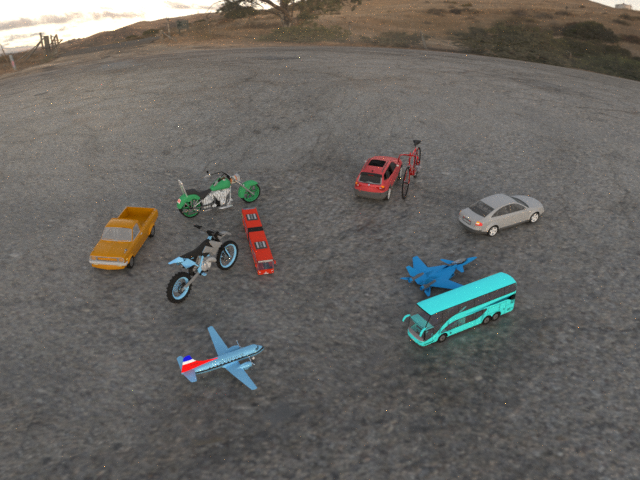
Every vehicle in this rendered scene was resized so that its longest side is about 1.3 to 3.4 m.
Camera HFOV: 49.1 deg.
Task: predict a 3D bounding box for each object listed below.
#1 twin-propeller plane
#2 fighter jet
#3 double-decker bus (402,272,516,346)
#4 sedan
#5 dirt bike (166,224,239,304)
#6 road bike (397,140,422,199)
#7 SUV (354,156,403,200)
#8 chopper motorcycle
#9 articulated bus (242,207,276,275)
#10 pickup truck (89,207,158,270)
[{"bbox_3d":[-1.180,1.431,8.574,1.095,0.407,1.370,-16,34,-26],"label":"twin-propeller plane"},{"bbox_3d":[1.896,0.396,10.460,1.358,0.286,1.147,-21,36,-32],"label":"fighter jet"},{"bbox_3d":[1.885,0.922,9.312,1.672,0.541,0.389,-17,34,-26],"label":"double-decker bus"},{"bbox_3d":[3.084,-0.504,11.803,1.613,0.483,0.635,-16,34,-25],"label":"sedan"},{"bbox_3d":[-1.688,0.283,10.089,0.527,0.857,1.493,19,35,29],"label":"dirt bike"},{"bbox_3d":[1.697,-1.361,12.901,0.358,0.852,1.545,10,32,16],"label":"road bike"},{"bbox_3d":[1.096,-1.244,12.970,0.656,0.580,1.572,9,32,16],"label":"SUV"},{"bbox_3d":[-1.748,-0.859,12.133,1.563,0.761,0.466,-19,35,-29],"label":"chopper motorcycle"},{"bbox_3d":[-1.006,-0.011,11.152,0.311,0.289,1.749,-7,31,-11],"label":"articulated bus"},{"bbox_3d":[-3.083,-0.099,11.084,0.640,0.511,1.603,4,31,6],"label":"pickup truck"}]
